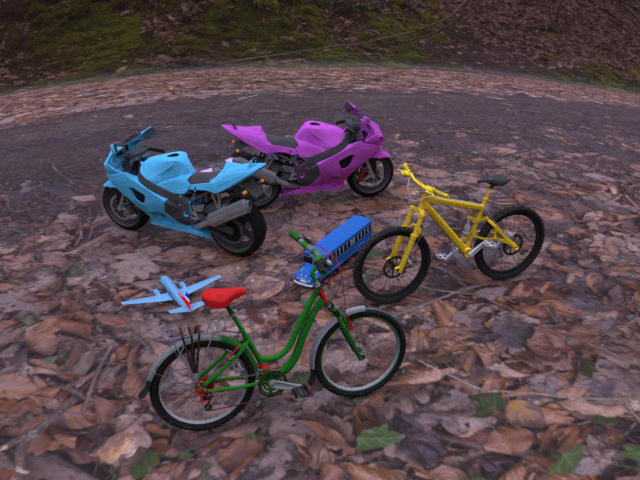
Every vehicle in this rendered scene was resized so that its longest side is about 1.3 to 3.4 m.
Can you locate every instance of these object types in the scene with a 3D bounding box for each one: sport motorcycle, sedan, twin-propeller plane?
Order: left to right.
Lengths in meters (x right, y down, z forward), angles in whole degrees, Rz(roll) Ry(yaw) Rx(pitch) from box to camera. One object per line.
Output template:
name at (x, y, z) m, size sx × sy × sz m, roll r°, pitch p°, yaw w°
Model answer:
twin-propeller plane at (-1.879, 0.653, 9.085) m, size 1.370 × 0.407 × 1.095 m, roll -15°, pitch 31°, yaw -28°
sport motorcycle at (-2.083, -0.694, 10.434) m, size 2.955 × 1.596 × 0.983 m, roll 12°, pitch 29°, yaw 22°
sedan at (-1.540, -1.223, 12.713) m, size 1.613 × 0.483 × 0.635 m, roll -11°, pitch 29°, yaw -21°
sport motorcycle at (-0.142, -1.377, 11.783) m, size 2.955 × 1.596 × 0.983 m, roll -7°, pitch 28°, yaw -13°

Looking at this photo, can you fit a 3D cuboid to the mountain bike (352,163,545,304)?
mountain bike at (1.753, -0.085, 9.126) m, size 2.857 × 1.688 × 1.114 m, roll -10°, pitch 28°, yaw -18°

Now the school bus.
school bus at (0.205, 0.157, 10.037) m, size 0.365 × 0.434 × 1.708 m, roll 15°, pitch 31°, yaw 28°

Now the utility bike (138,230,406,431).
utility bike at (-0.446, 0.910, 6.989) m, size 2.791 × 1.839 × 1.039 m, roll -8°, pitch 28°, yaw -16°
